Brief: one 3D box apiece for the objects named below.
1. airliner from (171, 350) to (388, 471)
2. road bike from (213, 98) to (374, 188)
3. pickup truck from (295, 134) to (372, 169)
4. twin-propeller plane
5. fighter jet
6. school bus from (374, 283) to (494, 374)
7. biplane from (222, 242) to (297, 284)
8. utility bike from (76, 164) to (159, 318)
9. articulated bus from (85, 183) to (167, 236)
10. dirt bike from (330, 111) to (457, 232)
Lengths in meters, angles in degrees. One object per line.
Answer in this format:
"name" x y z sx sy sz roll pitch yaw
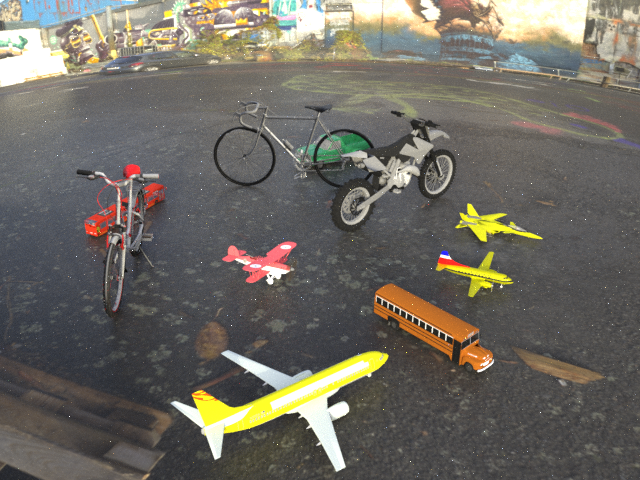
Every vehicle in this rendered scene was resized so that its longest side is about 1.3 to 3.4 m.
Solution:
"airliner" -0.228 1.499 7.494 2.541 0.835 2.257 -19 33 -31
"road bike" -0.467 -1.723 12.724 3.004 1.656 0.697 2 28 3
"pickup truck" 0.280 -1.889 14.267 1.603 0.511 0.640 -19 33 -32
"twin-propeller plane" 2.216 0.425 9.990 1.095 0.407 1.370 12 30 21
"fighter jet" 2.956 -0.253 11.404 1.358 0.286 1.147 15 31 26
"school bus" 1.400 1.080 8.719 0.365 0.434 1.708 -23 35 -36
"biplane" -0.846 0.319 10.088 1.090 0.504 1.336 12 30 22
"utility bike" -2.634 -0.262 9.758 1.039 1.839 2.791 -2 28 -3
"articulated bus" -3.282 -0.536 11.939 0.311 0.289 1.749 14 31 24
"dirt bike" 1.309 -1.201 11.724 2.903 1.666 1.024 -21 34 -34
